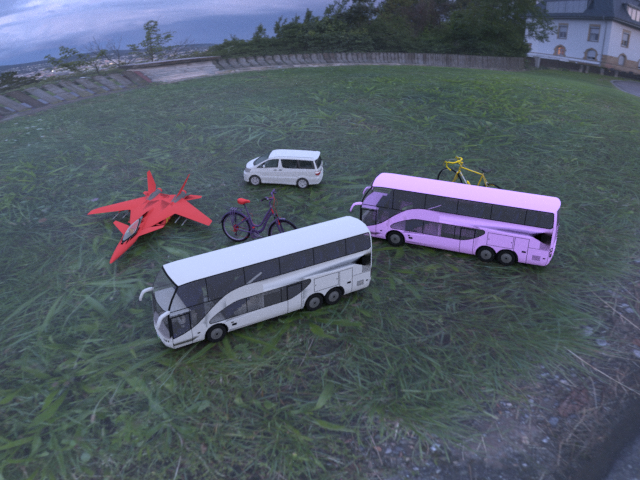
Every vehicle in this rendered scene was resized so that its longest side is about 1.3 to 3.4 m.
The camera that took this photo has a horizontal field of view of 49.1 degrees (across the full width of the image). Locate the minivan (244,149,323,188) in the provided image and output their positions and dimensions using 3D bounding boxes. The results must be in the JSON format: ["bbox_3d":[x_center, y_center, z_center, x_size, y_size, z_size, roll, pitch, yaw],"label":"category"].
[{"bbox_3d":[-0.723,-1.426,13.685,1.548,0.616,0.681,4,29,8],"label":"minivan"}]

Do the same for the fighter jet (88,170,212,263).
[{"bbox_3d":[-2.997,-0.411,11.889,2.229,0.557,2.640,5,29,10],"label":"fighter jet"}]

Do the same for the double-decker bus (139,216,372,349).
[{"bbox_3d":[-0.779,0.554,9.608,3.251,1.052,0.756,-15,32,-26],"label":"double-decker bus"}]

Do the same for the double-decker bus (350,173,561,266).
[{"bbox_3d":[2.136,-0.361,11.283,3.251,1.052,0.756,10,30,18],"label":"double-decker bus"}]

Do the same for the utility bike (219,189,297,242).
[{"bbox_3d":[-0.988,-0.358,11.387,1.435,0.946,0.535,9,30,17],"label":"utility bike"}]

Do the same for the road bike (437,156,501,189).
[{"bbox_3d":[2.737,-0.997,12.654,0.358,0.852,1.545,-24,37,-36],"label":"road bike"}]
